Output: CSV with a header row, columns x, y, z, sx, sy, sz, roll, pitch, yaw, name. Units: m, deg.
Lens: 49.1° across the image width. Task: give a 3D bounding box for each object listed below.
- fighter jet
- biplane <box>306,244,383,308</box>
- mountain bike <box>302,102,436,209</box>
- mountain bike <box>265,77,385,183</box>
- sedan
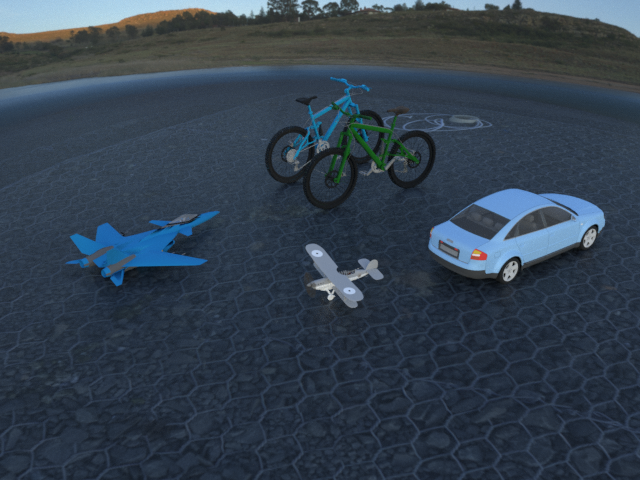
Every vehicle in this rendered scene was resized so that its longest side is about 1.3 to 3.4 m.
x,y,z,sx,sy,sz,roll,pitch,yaw,name
-2.450,-0.156,10.677,2.229,0.557,2.640,18,31,32,fighter jet
0.319,0.506,9.389,1.090,0.504,1.336,-13,29,-25,biplane
0.924,-1.526,12.182,2.857,1.688,1.114,-16,30,-29,mountain bike
0.160,-2.079,13.307,2.857,1.688,1.114,-19,32,-33,mountain bike
3.011,-0.240,10.414,3.137,0.940,1.235,-17,31,-31,sedan
